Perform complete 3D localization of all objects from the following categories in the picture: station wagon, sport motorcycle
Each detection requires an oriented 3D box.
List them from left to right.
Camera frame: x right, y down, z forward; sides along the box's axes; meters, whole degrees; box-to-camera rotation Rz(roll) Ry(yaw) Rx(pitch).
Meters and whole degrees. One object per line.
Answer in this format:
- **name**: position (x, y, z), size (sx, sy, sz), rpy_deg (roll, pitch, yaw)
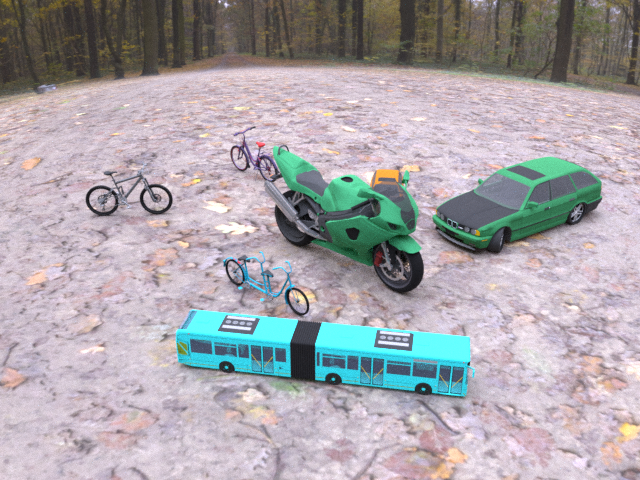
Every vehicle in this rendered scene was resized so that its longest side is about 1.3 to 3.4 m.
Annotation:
- **sport motorcycle**: position (0.337, -0.351, 10.197), size (0.983, 1.596, 2.955), rpy_deg (-24, 35, -39)
- **station wagon**: position (1.171, -0.842, 12.410), size (0.682, 0.473, 1.597), rpy_deg (3, 27, 6)
- **station wagon**: position (3.306, -0.687, 11.609), size (3.105, 0.920, 1.327), rpy_deg (-17, 31, -30)

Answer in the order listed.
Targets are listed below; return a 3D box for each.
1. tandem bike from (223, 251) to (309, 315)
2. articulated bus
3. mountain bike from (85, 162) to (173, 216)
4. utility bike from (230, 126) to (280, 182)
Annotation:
- **tandem bike**: position (-0.759, 0.503, 9.521), size (1.642, 0.682, 0.283), rpy_deg (21, 34, 36)
- **articulated bus**: position (0.035, 1.292, 8.096), size (3.401, 0.561, 0.605), rpy_deg (5, 27, 9)
- **mountain bike**: position (-3.270, -0.824, 11.938), size (1.469, 0.868, 0.573), rpy_deg (-2, 27, -4)
- **utility bike**: position (-1.315, -1.639, 13.461), size (1.435, 0.946, 0.535), rpy_deg (24, 35, 39)
